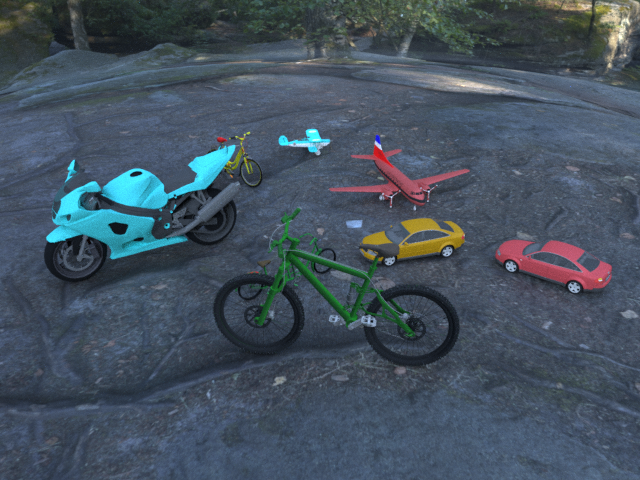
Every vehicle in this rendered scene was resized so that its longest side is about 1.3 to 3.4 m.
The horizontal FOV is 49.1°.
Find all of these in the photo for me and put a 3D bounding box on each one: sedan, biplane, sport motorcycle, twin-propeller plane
[{"bbox_3d":[1.383,-0.020,10.497,1.613,0.483,0.635,-8,29,-15],"label":"sedan"},{"bbox_3d":[-0.286,-1.969,14.126,1.090,0.504,1.336,-2,28,-4],"label":"biplane"},{"bbox_3d":[-2.506,-0.416,10.058,2.955,1.596,0.983,-17,33,-29],"label":"sport motorcycle"},{"bbox_3d":[1.359,-1.190,12.361,2.663,0.792,2.129,-9,29,-17],"label":"twin-propeller plane"},{"bbox_3d":[3.290,0.286,9.924,1.613,0.483,0.635,20,34,33],"label":"sedan"}]

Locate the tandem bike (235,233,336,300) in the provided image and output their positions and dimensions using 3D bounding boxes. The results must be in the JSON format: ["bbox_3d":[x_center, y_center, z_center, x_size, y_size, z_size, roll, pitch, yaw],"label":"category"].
[{"bbox_3d":[-0.445,0.343,9.606,1.642,0.682,0.283,-18,33,-30],"label":"tandem bike"}]

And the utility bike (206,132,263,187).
[{"bbox_3d":[-1.577,-1.534,12.842,1.435,0.946,0.535,18,33,31],"label":"utility bike"}]

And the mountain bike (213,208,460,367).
[{"bbox_3d":[0.162,0.660,7.946,2.857,1.688,1.114,4,28,7],"label":"mountain bike"}]
